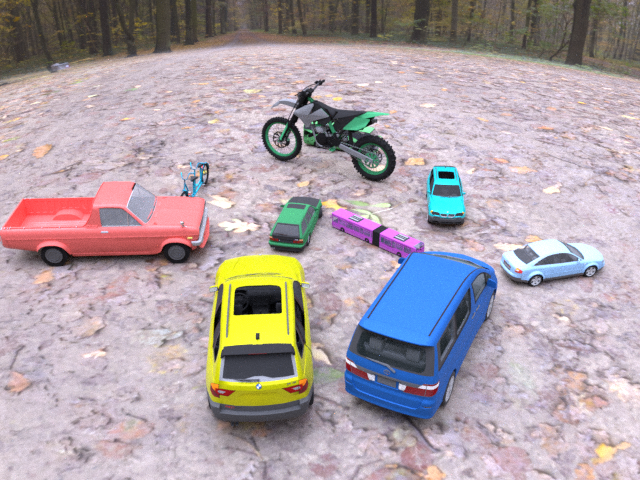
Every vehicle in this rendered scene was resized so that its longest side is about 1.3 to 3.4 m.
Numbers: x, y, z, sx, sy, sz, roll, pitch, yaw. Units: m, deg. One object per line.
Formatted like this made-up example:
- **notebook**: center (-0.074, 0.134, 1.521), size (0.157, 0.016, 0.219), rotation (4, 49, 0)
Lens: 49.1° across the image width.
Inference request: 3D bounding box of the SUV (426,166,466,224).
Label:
- **SUV**: center (2.200, -0.811, 12.287), size (0.656, 0.580, 1.572), rotation (3, 31, 5)

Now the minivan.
- **minivan**: center (1.388, 0.883, 8.803), size (1.324, 1.197, 3.011), rotation (14, 33, 23)

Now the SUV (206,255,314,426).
- **SUV**: center (-0.744, 0.971, 8.721), size (1.276, 1.128, 3.058), rotation (-2, 31, -3)

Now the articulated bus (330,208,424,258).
- **articulated bus**: center (0.905, -0.098, 11.363), size (1.749, 0.289, 0.311), rotation (25, 38, 35)

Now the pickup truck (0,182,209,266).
- **pickup truck**: center (-3.339, -0.324, 11.054), size (3.117, 0.993, 1.244), rotation (-1, 31, -2)

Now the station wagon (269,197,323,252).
- **station wagon**: center (-0.381, -0.372, 11.647), size (0.682, 0.473, 1.597), rotation (6, 31, 10)

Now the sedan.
- **sedan**: center (3.522, 0.276, 10.537), size (1.613, 0.483, 0.635), rotation (-8, 31, -13)

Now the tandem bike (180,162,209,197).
- **tandem bike**: center (-2.264, -1.072, 12.629), size (0.283, 0.682, 1.642), rotation (5, 31, 8)

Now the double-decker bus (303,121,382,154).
- **double-decker bus**: center (0.459, -2.152, 14.603), size (1.672, 0.541, 0.389), rotation (12, 33, 20)

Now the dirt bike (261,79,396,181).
- **dirt bike**: center (0.114, -2.096, 13.398), size (2.903, 1.666, 1.024), rotation (15, 34, 23)
